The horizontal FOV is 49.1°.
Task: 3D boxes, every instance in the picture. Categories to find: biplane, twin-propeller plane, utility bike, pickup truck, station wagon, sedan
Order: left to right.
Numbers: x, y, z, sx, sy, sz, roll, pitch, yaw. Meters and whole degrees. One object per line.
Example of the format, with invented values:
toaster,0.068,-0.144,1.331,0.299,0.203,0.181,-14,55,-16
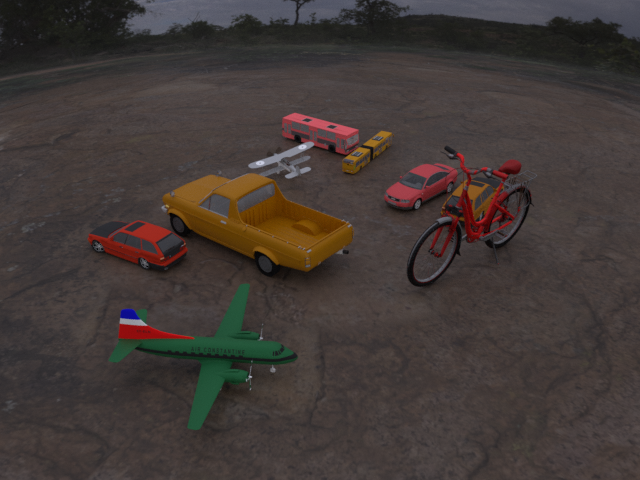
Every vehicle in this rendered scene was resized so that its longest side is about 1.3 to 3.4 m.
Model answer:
station wagon,-2.771,-0.008,10.509,1.597,0.473,0.682,16,33,26
twin-propeller plane,-1.311,1.176,8.112,2.129,0.792,2.663,3,30,5
pickup truck,-1.016,-0.377,10.632,3.117,0.993,1.244,22,36,33
biplane,-0.627,-1.378,12.880,1.336,0.504,1.090,-16,33,-25
sedan,1.772,-0.990,12.220,0.635,0.483,1.613,26,39,37
station wagon,2.608,-0.752,11.814,0.682,0.473,1.597,17,34,27
utility bike,2.298,-0.397,9.814,2.791,1.839,1.039,-23,37,-34

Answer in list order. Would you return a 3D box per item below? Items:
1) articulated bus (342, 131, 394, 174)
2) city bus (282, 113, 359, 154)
articulated bus,0.950,-1.731,13.717,0.311,0.289,1.749,16,33,25
city bus,-0.005,-2.159,14.294,1.674,0.460,0.476,21,36,32
